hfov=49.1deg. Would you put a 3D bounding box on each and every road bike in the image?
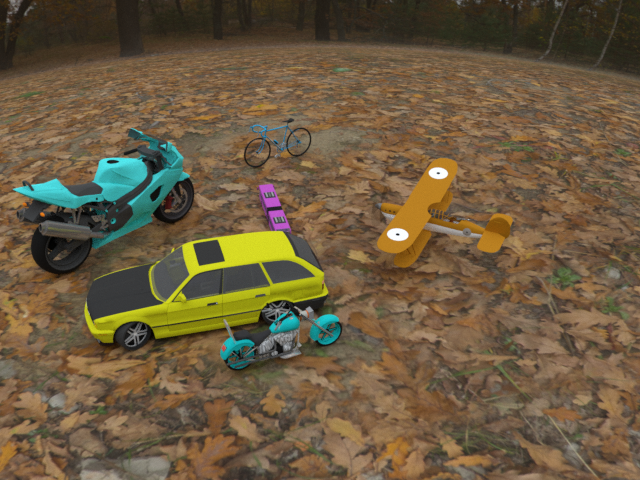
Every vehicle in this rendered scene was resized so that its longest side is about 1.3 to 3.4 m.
[{"bbox_3d":[-0.808,-1.917,13.581,1.545,0.852,0.358,-19,35,-30],"label":"road bike"}]

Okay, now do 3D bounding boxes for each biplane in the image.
[{"bbox_3d":[1.788,-0.260,10.543,2.120,0.981,2.598,14,33,23],"label":"biplane"}]

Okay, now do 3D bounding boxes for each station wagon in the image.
[{"bbox_3d":[-1.495,0.553,9.177,3.105,0.920,1.327,-8,31,-14],"label":"station wagon"}]

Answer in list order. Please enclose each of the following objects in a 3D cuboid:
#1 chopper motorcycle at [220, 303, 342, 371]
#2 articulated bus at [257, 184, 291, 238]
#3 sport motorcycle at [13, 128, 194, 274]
[{"bbox_3d":[-0.446,1.094,8.388,1.563,0.761,0.466,-14,32,-23],"label":"chopper motorcycle"},{"bbox_3d":[-0.756,-0.447,11.569,0.311,0.289,1.749,-7,30,-11],"label":"articulated bus"},{"bbox_3d":[-3.085,-0.615,10.543,0.983,1.596,2.955,23,37,34],"label":"sport motorcycle"}]
